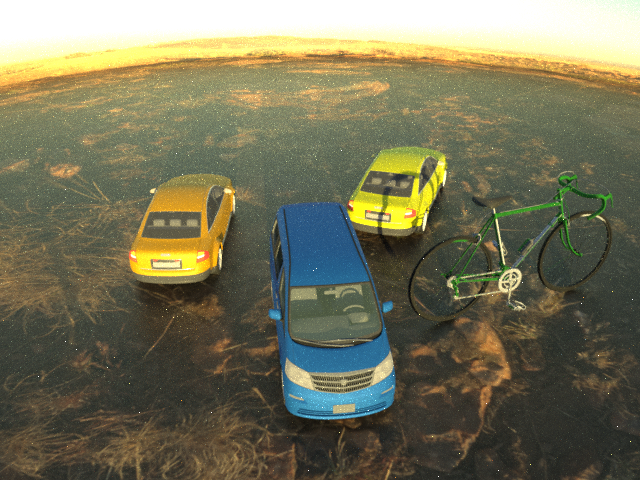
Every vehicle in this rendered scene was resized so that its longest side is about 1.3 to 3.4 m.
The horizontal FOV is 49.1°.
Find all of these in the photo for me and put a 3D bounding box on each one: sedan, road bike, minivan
[{"bbox_3d":[-1.946,-0.383,10.268,1.235,0.940,3.137,0,28,0],"label":"sedan"},{"bbox_3d":[1.336,-1.000,11.439,1.235,0.940,3.137,9,29,17],"label":"sedan"},{"bbox_3d":[2.430,0.096,8.592,3.004,1.656,0.696,-11,30,-19],"label":"road bike"},{"bbox_3d":[0.050,0.672,7.992,1.324,1.197,3.011,-3,28,-6],"label":"minivan"}]
